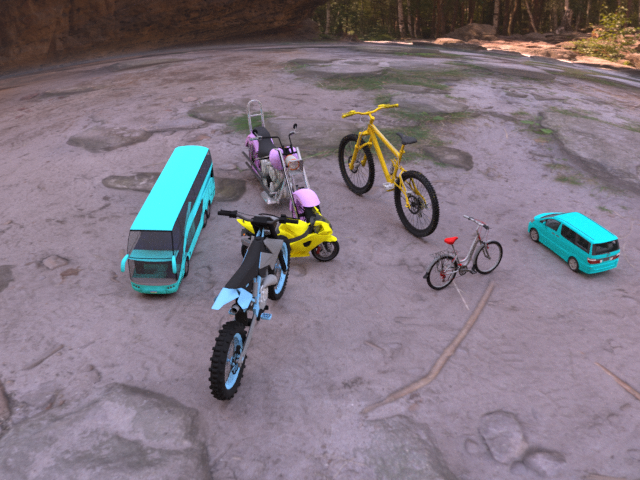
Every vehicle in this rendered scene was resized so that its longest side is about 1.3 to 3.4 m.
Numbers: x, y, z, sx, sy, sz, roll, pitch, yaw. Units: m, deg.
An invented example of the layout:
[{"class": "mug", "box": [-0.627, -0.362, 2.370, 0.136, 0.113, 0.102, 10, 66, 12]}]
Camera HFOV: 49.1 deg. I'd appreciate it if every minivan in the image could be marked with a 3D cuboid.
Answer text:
[{"class": "minivan", "box": [3.870, -0.069, 10.760, 0.681, 0.616, 1.548, -11, 32, -19]}]

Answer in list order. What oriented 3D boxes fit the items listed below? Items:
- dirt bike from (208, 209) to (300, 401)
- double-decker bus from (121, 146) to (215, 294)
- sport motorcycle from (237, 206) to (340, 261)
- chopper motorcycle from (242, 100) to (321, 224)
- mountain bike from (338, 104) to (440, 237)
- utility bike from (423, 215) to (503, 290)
[{"class": "dirt bike", "box": [-0.824, 0.556, 8.656, 1.024, 1.666, 2.903, 7, 31, 11]}, {"class": "double-decker bus", "box": [-2.243, -0.375, 10.852, 0.756, 1.052, 3.251, 1, 30, 2]}, {"class": "sport motorcycle", "box": [-0.461, -0.018, 10.470, 1.520, 0.821, 0.506, -2, 30, -3]}, {"class": "chopper motorcycle", "box": [-0.673, -1.262, 11.940, 0.906, 1.480, 3.040, -12, 33, -20]}, {"class": "mountain bike", "box": [1.090, -1.222, 11.667, 1.114, 1.688, 2.857, -16, 34, -26]}, {"class": "utility bike", "box": [2.051, 0.166, 10.033, 1.435, 0.946, 0.535, -15, 34, -24]}]
